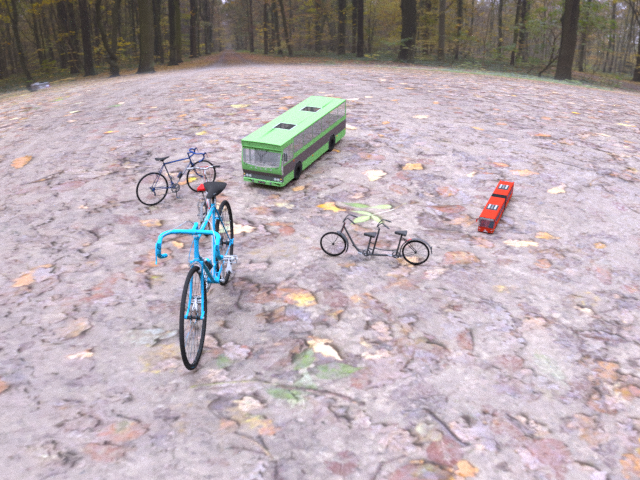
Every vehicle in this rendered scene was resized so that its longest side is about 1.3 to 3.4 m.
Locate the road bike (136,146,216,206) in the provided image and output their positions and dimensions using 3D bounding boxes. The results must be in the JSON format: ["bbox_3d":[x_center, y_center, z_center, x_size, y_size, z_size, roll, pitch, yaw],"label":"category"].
[{"bbox_3d":[-2.474,-1.111,12.092,1.545,0.852,0.358,-20,33,-34],"label":"road bike"}]

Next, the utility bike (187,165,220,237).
[{"bbox_3d":[-1.843,-0.680,11.129,0.535,0.946,1.435,0,27,0],"label":"utility bike"}]

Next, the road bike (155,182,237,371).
[{"bbox_3d":[-1.348,0.232,8.522,0.696,1.656,3.004,2,27,3],"label":"road bike"}]

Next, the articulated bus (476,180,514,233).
[{"bbox_3d":[2.943,-0.580,11.661,0.311,0.289,1.749,11,29,21],"label":"articulated bus"}]

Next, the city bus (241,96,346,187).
[{"bbox_3d":[-0.425,-1.972,13.760,0.926,0.894,3.255,11,29,20],"label":"city bus"}]

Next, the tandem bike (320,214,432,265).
[{"bbox_3d":[0.799,-0.003,10.074,1.642,0.682,0.283,6,27,11],"label":"tandem bike"}]
